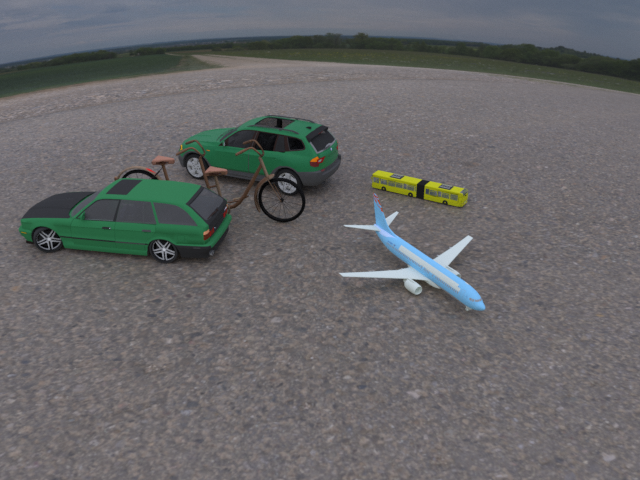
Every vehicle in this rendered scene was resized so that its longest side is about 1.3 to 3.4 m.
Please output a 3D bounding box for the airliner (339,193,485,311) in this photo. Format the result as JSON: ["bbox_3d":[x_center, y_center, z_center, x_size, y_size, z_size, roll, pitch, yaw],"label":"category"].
[{"bbox_3d":[1.398,0.154,9.538,2.257,0.835,2.541,-15,30,-27],"label":"airliner"}]

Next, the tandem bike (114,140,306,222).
[{"bbox_3d":[-1.803,-0.962,11.206,3.192,1.326,0.550,4,27,8],"label":"tandem bike"}]

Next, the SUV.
[{"bbox_3d":[-1.134,-1.684,12.854,3.058,1.128,1.276,11,29,21],"label":"SUV"}]

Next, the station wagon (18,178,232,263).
[{"bbox_3d":[-2.949,-0.392,10.525,3.105,0.920,1.327,5,27,9],"label":"station wagon"}]

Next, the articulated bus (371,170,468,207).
[{"bbox_3d":[1.715,-0.907,12.246,1.749,0.289,0.311,15,31,28],"label":"articulated bus"}]
